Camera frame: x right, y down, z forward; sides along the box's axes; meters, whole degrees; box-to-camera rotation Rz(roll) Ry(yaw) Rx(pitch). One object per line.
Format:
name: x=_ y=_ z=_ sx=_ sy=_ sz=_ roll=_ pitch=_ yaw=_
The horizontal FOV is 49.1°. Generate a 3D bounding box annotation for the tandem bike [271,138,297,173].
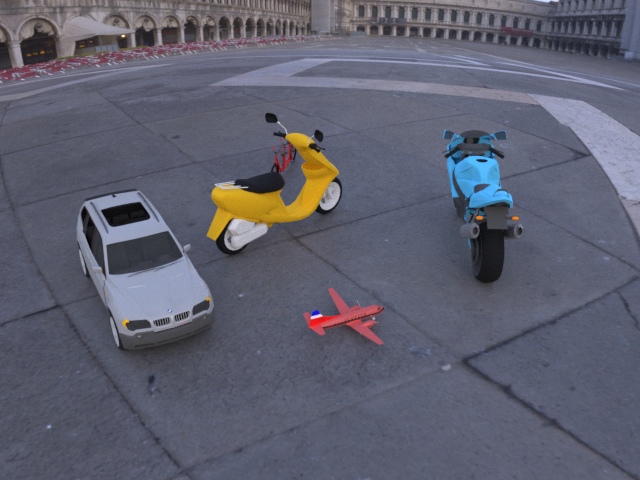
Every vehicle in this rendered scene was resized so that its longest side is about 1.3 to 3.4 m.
tandem bike: x=-0.673 y=-1.590 z=13.180 sx=0.283 sy=0.682 sz=1.642 roll=7 pitch=30 yaw=13

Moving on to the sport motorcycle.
sport motorcycle: x=2.371 y=-0.621 z=10.498 sx=0.983 sy=1.596 sz=2.955 roll=1 pitch=29 yaw=1

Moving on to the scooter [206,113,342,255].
scooter: x=-0.620 y=-0.898 z=10.800 sx=2.721 sy=1.786 sz=1.288 roll=-25 pitch=38 yaw=-37

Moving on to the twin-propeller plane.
twin-propeller plane: x=0.353 y=0.948 z=8.901 sx=1.095 sy=0.407 sz=1.370 roll=-14 pitch=32 yaw=-23

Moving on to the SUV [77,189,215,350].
SUV: x=-2.439 y=0.273 z=9.373 sx=1.276 sy=1.128 sz=3.058 roll=-15 pitch=32 yaw=-24
